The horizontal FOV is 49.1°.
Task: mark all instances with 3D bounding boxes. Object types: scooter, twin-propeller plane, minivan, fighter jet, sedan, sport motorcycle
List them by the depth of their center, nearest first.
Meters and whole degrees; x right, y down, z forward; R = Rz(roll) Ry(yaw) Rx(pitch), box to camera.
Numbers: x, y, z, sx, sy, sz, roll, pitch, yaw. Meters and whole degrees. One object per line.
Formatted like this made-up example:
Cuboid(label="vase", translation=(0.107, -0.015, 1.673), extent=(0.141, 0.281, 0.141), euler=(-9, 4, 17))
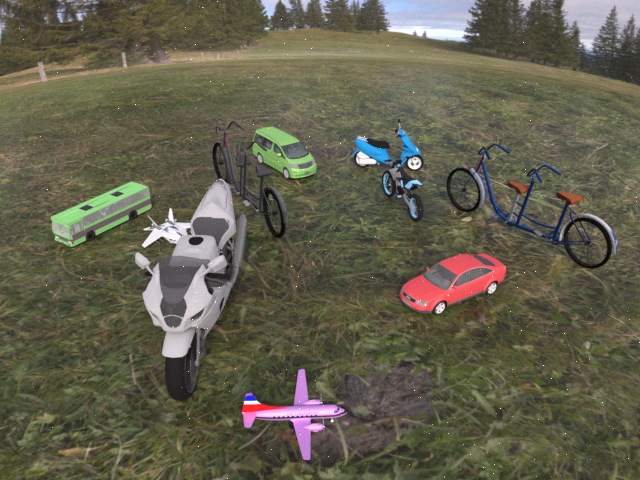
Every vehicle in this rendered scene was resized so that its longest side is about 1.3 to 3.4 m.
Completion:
Cuboid(label="twin-propeller plane", translation=(-0.263, 1.757, 7.282), extent=(1.095, 0.407, 1.370), euler=(-2, 28, -3))
Cuboid(label="sport motorcycle", translation=(-1.420, 0.496, 8.379), extent=(0.983, 1.596, 2.955), euler=(2, 28, 3))
Cuboid(label="sedan", translation=(1.810, 0.532, 9.490), extent=(1.613, 0.483, 0.635), euler=(-17, 32, -28))
Cuboid(label="fighter jet", translation=(-2.182, -0.096, 10.874), extent=(1.147, 0.286, 1.358), euler=(-21, 35, -34))
Cuboid(label="scooter", translation=(1.297, -1.786, 13.364), extent=(1.399, 0.919, 0.662), euler=(5, 29, 10))
Cuboid(label="minivan", translation=(-0.693, -1.688, 13.501), extent=(0.681, 0.616, 1.548), euler=(-19, 33, -31))

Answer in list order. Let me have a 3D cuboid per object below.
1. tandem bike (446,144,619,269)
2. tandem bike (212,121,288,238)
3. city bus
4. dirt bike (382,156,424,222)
Cuboid(label="tandem bike", translation=(3.151, -0.622, 10.756), extent=(0.550, 1.326, 3.192), euler=(-20, 34, -33))
Cuboid(label="tandem bike", translation=(-1.248, -1.128, 11.703), extent=(0.550, 1.326, 3.192), euler=(-14, 31, -24))
Cuboid(label="city bus", translation=(-3.491, -0.422, 11.299), extent=(0.476, 0.460, 1.674), euler=(18, 33, 29))
Cuboid(label="dirt bike", translation=(1.382, -0.930, 11.829), extent=(0.527, 0.857, 1.493), euler=(-10, 30, -18))
